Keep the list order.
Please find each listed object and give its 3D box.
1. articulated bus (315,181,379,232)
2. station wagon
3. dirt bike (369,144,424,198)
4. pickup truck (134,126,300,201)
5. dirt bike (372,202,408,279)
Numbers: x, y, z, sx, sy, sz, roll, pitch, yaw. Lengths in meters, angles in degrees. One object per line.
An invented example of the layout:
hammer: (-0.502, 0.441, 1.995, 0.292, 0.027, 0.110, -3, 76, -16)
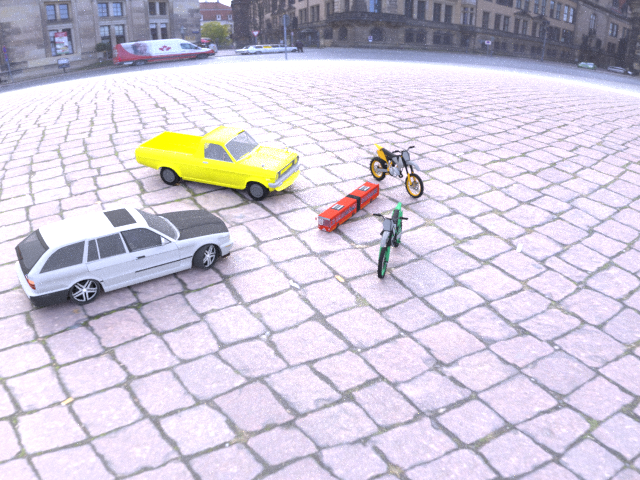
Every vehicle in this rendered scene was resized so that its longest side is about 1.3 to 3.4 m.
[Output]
articulated bus: (0.519, -0.603, 12.236, 0.311, 0.289, 1.749, 17, 32, 28)
station wagon: (-2.828, 0.052, 10.336, 3.105, 0.920, 1.327, -16, 32, -27)
dirt bike: (1.426, -1.351, 13.034, 0.527, 0.857, 1.493, -19, 33, -31)
pickup truck: (-1.959, -1.599, 13.356, 3.117, 0.993, 1.244, 11, 30, 20)
dirt bike: (1.081, -0.058, 10.610, 0.527, 0.857, 1.493, 8, 29, 15)
